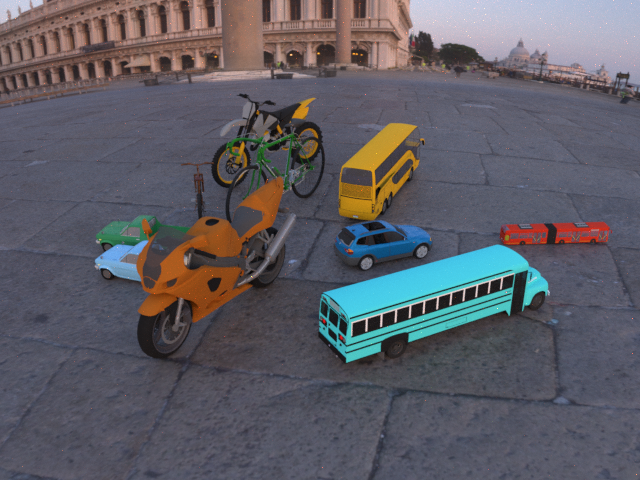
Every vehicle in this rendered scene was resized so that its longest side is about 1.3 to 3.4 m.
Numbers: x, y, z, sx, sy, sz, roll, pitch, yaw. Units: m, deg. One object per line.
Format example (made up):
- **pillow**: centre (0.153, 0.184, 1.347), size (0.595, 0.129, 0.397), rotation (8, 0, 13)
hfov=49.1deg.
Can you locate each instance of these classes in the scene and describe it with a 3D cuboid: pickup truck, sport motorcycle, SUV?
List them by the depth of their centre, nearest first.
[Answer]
- **sport motorcycle**: centre (-1.319, 0.282, 9.075), size (0.983, 1.596, 2.955), rotation (14, 29, 27)
- **pickup truck**: centre (-2.489, 0.328, 10.237), size (1.603, 0.511, 0.640), rotation (9, 27, 19)
- **SUV**: centre (0.989, 0.004, 10.833), size (1.572, 0.580, 0.656), rotation (-11, 28, -22)
- **pickup truck**: centre (-2.722, -0.083, 11.096), size (1.603, 0.511, 0.640), rotation (6, 26, 12)

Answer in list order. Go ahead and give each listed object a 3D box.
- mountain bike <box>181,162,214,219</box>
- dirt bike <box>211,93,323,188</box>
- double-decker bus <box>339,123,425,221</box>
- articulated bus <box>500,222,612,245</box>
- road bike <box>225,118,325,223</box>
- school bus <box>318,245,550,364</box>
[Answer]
- **mountain bike**: centre (-2.120, -0.852, 12.288), size (0.573, 0.868, 1.469), rotation (-4, 26, -8)
- **dirt bike**: centre (-0.990, -2.070, 13.908), size (1.024, 1.666, 2.903), rotation (23, 34, 39)
- **double-decker bus**: centre (1.201, -1.368, 13.152), size (0.756, 1.052, 3.251), rotation (10, 27, 20)
- **articulated bus**: centre (3.828, -0.108, 11.404), size (1.749, 0.289, 0.311), rotation (-2, 26, -4)
- **road bike**: centre (-0.703, -1.224, 12.153), size (0.696, 1.656, 3.004), rotation (15, 29, 28)
- **school bus**: centre (1.585, 0.740, 8.989), size (3.322, 0.844, 0.709), rotation (-13, 29, -26)
